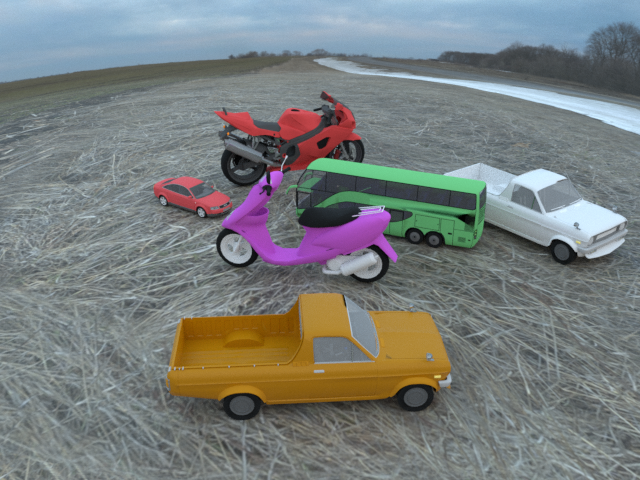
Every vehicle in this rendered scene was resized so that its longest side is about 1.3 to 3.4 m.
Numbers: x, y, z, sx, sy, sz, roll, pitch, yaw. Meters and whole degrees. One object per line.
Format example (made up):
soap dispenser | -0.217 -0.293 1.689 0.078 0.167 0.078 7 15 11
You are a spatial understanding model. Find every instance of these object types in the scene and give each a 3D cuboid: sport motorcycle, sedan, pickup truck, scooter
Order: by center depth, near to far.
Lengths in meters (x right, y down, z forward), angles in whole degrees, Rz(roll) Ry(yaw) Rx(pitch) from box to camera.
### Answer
pickup truck | -0.119 1.207 7.834 3.117 0.993 1.244 -2 26 -4
scooter | -0.234 -0.294 9.985 2.721 1.786 1.288 6 27 12
pickup truck | 3.432 -0.628 11.560 1.244 0.993 3.117 -19 32 -33
sedan | -2.282 -0.822 12.530 1.613 0.483 0.635 17 31 31
sport motorcycle | -0.525 -1.913 13.486 2.955 1.596 0.983 -8 27 -15

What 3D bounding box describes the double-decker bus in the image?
double-decker bus | 1.065 -0.640 11.518 3.251 1.052 0.756 11 28 21
